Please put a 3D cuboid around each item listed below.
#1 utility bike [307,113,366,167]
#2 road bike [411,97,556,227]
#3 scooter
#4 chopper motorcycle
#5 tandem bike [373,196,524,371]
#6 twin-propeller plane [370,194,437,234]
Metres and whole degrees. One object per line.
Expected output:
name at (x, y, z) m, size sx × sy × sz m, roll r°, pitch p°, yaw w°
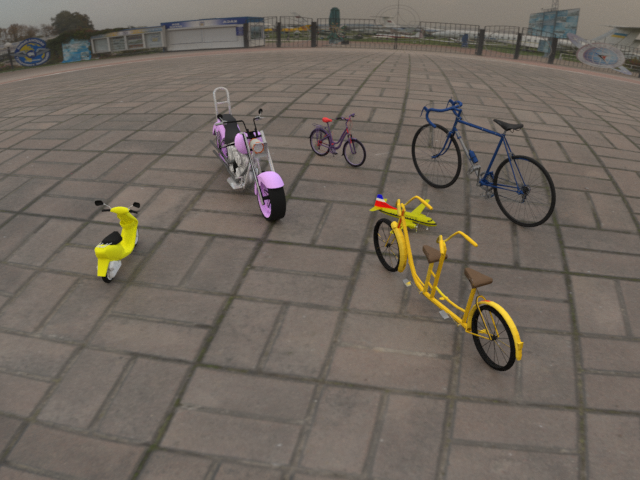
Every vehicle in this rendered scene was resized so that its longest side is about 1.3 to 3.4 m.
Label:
utility bike at (0.343, -1.966, 13.287) m, size 1.435 × 0.946 × 0.535 m, roll 23°, pitch 36°, yaw 35°
road bike at (2.584, -1.319, 11.391) m, size 0.697 × 1.656 × 3.004 m, roll -21°, pitch 35°, yaw -33°
scooter at (-2.858, -0.061, 9.886) m, size 0.662 × 0.919 × 1.399 m, roll 3°, pitch 29°, yaw 6°
chopper motorcycle at (-1.258, -1.515, 11.926) m, size 0.906 × 1.480 × 3.040 m, roll -12°, pitch 31°, yaw -21°
tandem bike at (1.468, 0.371, 8.690) m, size 0.550 × 1.326 × 3.192 m, roll -13°, pitch 32°, yaw -22°
twin-propeller plane at (1.349, -0.434, 11.084) m, size 1.095 × 0.407 × 1.370 m, roll 17°, pitch 33°, yaw 27°
